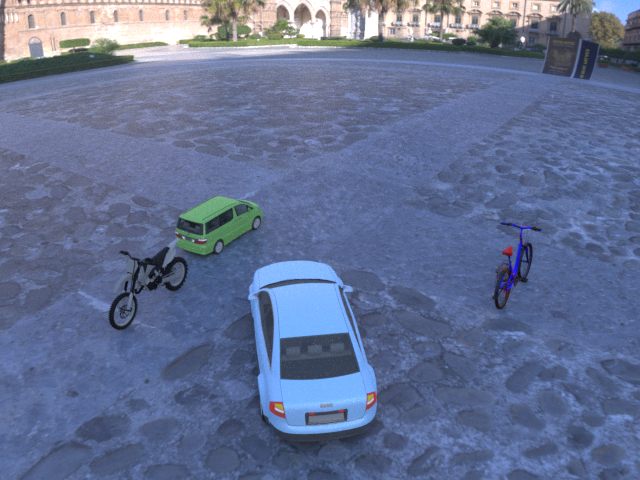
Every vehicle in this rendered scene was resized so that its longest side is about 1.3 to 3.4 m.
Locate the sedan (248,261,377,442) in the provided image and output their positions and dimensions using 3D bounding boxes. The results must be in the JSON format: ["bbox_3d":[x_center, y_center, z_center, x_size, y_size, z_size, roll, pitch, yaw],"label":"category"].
[{"bbox_3d":[-0.161,0.970,7.869,1.235,0.940,3.137,-4,28,-7],"label":"sedan"}]

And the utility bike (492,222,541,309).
[{"bbox_3d":[2.516,0.276,9.185,0.535,0.946,1.435,17,32,29],"label":"utility bike"}]

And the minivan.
[{"bbox_3d":[-1.500,-0.312,10.663,0.681,0.616,1.548,16,32,28],"label":"minivan"}]

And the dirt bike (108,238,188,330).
[{"bbox_3d":[-2.161,0.493,8.868,0.527,0.857,1.493,13,31,24],"label":"dirt bike"}]
